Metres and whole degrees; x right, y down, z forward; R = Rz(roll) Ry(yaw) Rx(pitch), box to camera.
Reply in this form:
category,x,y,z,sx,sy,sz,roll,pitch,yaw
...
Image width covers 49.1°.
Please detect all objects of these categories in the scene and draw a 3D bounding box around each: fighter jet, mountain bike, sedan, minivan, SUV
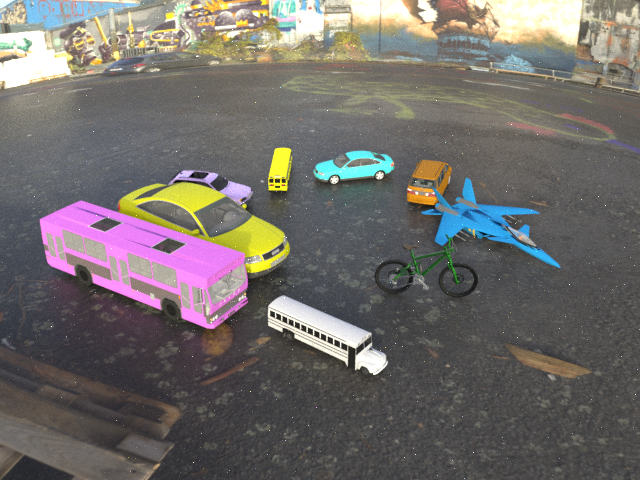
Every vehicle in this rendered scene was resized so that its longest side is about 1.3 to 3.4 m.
category,x,y,z,sx,sy,sz,roll,pitch,yaw
fighter jet,2.950,-0.262,11.521,2.229,0.557,2.640,-16,32,-28
mountain bike,1.515,0.415,9.926,1.469,0.868,0.573,3,28,5
sedan,-1.890,-0.283,11.154,3.137,0.940,1.235,19,33,31
sedan,0.668,-1.475,13.865,1.613,0.483,0.635,-7,29,-12
minivan,2.072,-1.164,13.143,0.681,0.616,1.548,9,30,17
SUV,-1.999,-0.905,12.698,1.572,0.580,0.656,7,29,13

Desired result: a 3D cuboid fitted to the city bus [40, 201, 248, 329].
category,x,y,z,sx,sy,sz,roll,pitch,yaw
city bus,-2.575,0.325,10.067,3.255,0.894,0.926,16,32,28

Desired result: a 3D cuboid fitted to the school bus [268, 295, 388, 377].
category,x,y,z,sx,sy,sz,roll,pitch,yaw
school bus,0.084,1.206,8.908,1.708,0.434,0.365,20,34,32

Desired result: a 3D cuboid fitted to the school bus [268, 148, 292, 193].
category,x,y,z,sx,sy,sz,roll,pitch,yaw
school bus,-0.768,-1.410,13.796,0.365,0.434,1.708,1,28,1
